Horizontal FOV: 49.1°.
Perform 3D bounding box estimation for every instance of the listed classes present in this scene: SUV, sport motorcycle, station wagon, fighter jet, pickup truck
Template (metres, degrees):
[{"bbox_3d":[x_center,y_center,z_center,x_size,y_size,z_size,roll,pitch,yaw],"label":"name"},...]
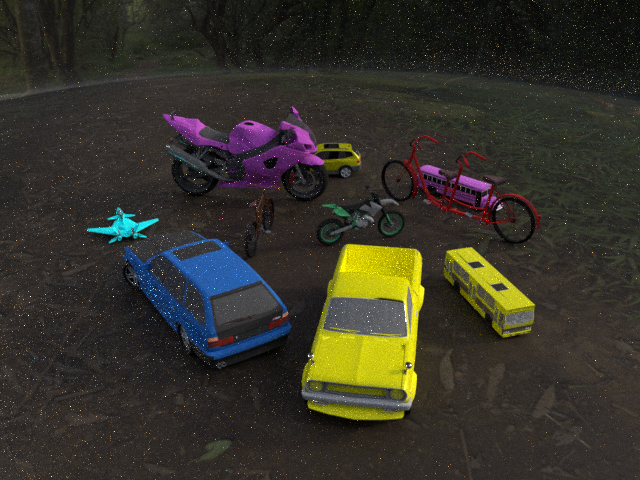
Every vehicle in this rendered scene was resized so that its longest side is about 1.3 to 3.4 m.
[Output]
[{"bbox_3d":[0.038,-1.592,13.820,1.572,0.580,0.656,-1,27,-2],"label":"SUV"},{"bbox_3d":[-1.310,-1.506,12.512,2.955,1.596,0.983,4,27,7],"label":"sport motorcycle"},{"bbox_3d":[-1.615,0.505,9.241,1.327,0.920,3.105,-16,31,-30],"label":"station wagon"},{"bbox_3d":[-3.304,-0.362,11.687,1.147,0.286,1.358,-10,28,-19],"label":"fighter jet"},{"bbox_3d":[0.606,0.875,8.420,1.244,0.993,3.117,4,27,8],"label":"pickup truck"}]

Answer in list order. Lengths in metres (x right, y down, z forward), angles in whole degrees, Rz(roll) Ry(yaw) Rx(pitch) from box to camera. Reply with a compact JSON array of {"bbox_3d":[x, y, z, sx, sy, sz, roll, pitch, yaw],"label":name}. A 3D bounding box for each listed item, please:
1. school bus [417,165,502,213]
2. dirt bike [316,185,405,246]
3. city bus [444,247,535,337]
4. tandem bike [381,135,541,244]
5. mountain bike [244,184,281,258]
[{"bbox_3d":[2.526,-0.929,12.656,0.365,0.434,1.708,-24,35,-39],"label":"school bus"},{"bbox_3d":[0.655,-0.369,11.063,1.493,0.857,0.527,-7,28,-15],"label":"dirt bike"},{"bbox_3d":[2.227,0.683,9.401,0.476,0.460,1.674,-8,28,-15],"label":"city bus"},{"bbox_3d":[2.240,-0.913,11.628,0.550,1.326,3.192,-24,35,-39],"label":"tandem bike"},{"bbox_3d":[-0.942,-0.349,11.009,0.573,0.868,1.469,6,27,11],"label":"mountain bike"}]
